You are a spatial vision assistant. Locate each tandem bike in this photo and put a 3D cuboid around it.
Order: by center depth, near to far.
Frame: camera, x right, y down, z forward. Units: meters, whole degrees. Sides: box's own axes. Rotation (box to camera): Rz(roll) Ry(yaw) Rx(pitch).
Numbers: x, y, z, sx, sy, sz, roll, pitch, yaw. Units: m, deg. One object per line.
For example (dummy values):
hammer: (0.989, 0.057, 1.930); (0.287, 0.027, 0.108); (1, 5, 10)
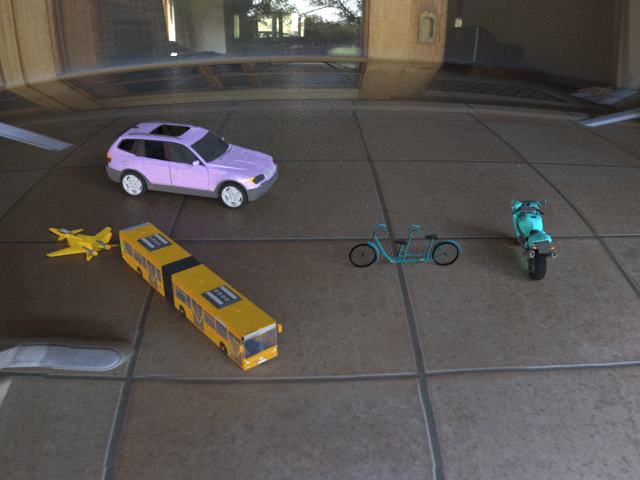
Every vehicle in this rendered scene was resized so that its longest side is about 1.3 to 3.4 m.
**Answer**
tandem bike: (1.242, 0.093, 10.095); (1.642, 0.682, 0.283); (-1, 28, -3)

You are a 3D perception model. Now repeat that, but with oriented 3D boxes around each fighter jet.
fighter jet: (-3.794, -0.075, 10.833); (1.358, 0.286, 1.147); (19, 33, 31)

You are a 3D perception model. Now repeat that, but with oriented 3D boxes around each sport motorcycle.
sport motorcycle: (3.078, -0.050, 10.215); (0.506, 0.821, 1.520); (1, 28, 2)

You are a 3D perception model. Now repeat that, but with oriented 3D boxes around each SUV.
SUV: (-2.282, -1.408, 12.451); (3.058, 1.128, 1.276); (7, 29, 14)

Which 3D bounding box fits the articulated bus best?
articulated bus: (-1.702, 0.624, 9.220); (0.605, 0.561, 3.401); (-20, 34, -33)
